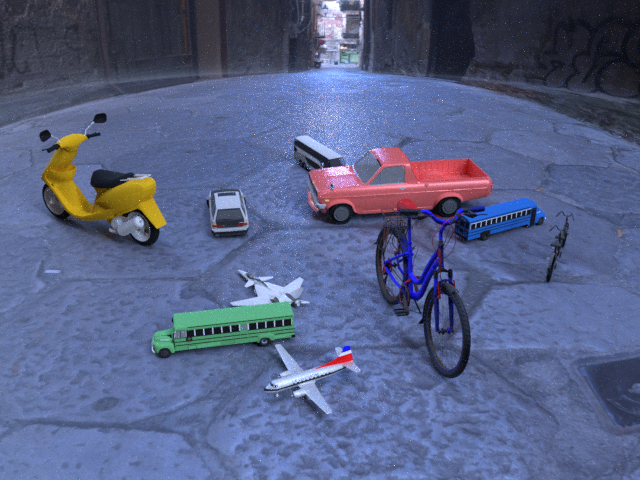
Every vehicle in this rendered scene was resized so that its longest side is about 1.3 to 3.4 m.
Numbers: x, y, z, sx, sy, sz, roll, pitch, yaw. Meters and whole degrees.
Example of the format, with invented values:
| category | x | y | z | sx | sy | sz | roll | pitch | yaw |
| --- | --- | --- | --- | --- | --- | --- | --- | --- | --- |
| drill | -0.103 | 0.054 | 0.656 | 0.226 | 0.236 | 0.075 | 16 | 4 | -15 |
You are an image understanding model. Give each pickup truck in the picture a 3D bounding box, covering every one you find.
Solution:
| category | x | y | z | sx | sy | sz | roll | pitch | yaw |
| --- | --- | --- | --- | --- | --- | --- | --- | --- | --- |
| pickup truck | 1.340 | -1.025 | 12.085 | 3.117 | 0.993 | 1.244 | -4 | 26 | -8 |

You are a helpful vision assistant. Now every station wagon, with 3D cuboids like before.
| category | x | y | z | sx | sy | sz | roll | pitch | yaw |
| --- | --- | --- | --- | --- | --- | --- | --- | --- | --- |
| station wagon | -1.552 | -0.566 | 11.738 | 0.682 | 0.473 | 1.597 | -4 | 26 | -9 |

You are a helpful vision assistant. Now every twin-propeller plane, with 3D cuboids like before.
| category | x | y | z | sx | sy | sz | roll | pitch | yaw |
| --- | --- | --- | --- | --- | --- | --- | --- | --- | --- |
| twin-propeller plane | -0.115 | 1.448 | 7.693 | 1.095 | 0.407 | 1.370 | -12 | 29 | -23 |

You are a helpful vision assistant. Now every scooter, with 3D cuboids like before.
| category | x | y | z | sx | sy | sz | roll | pitch | yaw |
| --- | --- | --- | --- | --- | --- | --- | --- | --- | --- |
| scooter | -3.534 | -0.946 | 11.021 | 2.721 | 1.786 | 1.288 | 15 | 30 | 28 |

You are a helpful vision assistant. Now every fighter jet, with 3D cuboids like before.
| category | x | y | z | sx | sy | sz | roll | pitch | yaw |
| --- | --- | --- | --- | --- | --- | --- | --- | --- | --- |
| fighter jet | -0.774 | 0.592 | 9.582 | 1.147 | 0.286 | 1.358 | -19 | 32 | -33 |

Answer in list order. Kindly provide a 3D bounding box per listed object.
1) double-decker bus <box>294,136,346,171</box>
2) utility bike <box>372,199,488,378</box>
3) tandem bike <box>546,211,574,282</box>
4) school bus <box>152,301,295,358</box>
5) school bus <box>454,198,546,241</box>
| category | x | y | z | sx | sy | sz | roll | pitch | yaw |
| --- | --- | --- | --- | --- | --- | --- | --- | --- | --- |
| double-decker bus | -0.007 | -1.563 | 13.699 | 0.389 | 0.541 | 1.672 | -13 | 29 | -25 |
| utility bike | 1.268 | 0.285 | 8.443 | 1.039 | 1.839 | 2.791 | -7 | 27 | -14 |
| tandem bike | 3.503 | 0.043 | 10.255 | 0.283 | 0.682 | 1.642 | 12 | 29 | 24 |
| school bus | -1.167 | 1.069 | 8.439 | 1.708 | 0.434 | 0.365 | -5 | 27 | -11 |
| school bus | 2.957 | -0.350 | 11.341 | 1.708 | 0.434 | 0.365 | -14 | 29 | -26 |
